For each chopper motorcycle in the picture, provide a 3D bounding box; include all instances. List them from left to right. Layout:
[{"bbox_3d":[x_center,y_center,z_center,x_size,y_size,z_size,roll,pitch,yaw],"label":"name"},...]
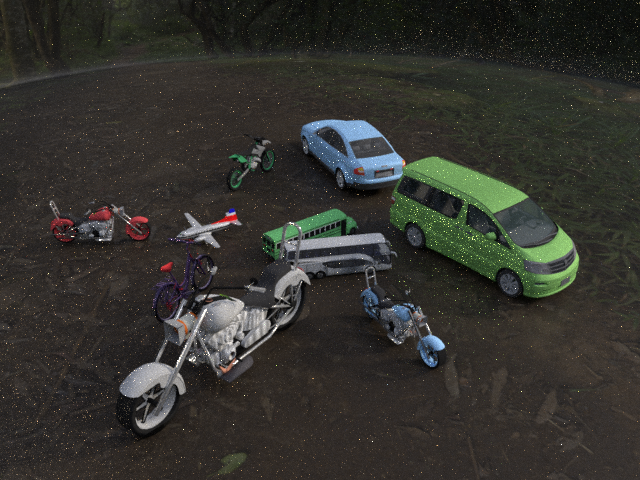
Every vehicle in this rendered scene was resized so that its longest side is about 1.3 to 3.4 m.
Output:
[{"bbox_3d":[-3.512,-0.308,11.178,1.563,0.761,0.466,-3,29,-5],"label":"chopper motorcycle"},{"bbox_3d":[-1.147,0.956,8.167,0.906,1.480,3.040,20,35,31],"label":"chopper motorcycle"},{"bbox_3d":[1.039,0.971,8.878,0.466,0.761,1.563,-18,34,-29],"label":"chopper motorcycle"}]

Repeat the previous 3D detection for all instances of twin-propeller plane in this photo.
[{"bbox_3d":[-1.841,-0.221,11.384,1.095,0.407,1.370,-16,33,-27],"label":"twin-propeller plane"}]

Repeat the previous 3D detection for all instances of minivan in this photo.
[{"bbox_3d":[2.462,-0.255,10.634,1.324,1.197,3.011,-22,36,-34],"label":"minivan"}]

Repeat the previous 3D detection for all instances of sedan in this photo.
[{"bbox_3d":[0.569,-1.867,13.795,1.235,0.940,3.137,-11,31,-20],"label":"sedan"}]

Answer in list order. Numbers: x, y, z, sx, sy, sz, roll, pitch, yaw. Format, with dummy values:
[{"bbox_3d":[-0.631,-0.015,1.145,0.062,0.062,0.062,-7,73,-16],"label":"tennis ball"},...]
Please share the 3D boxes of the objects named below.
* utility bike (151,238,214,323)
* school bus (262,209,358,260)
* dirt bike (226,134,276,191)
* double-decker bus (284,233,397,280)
[{"bbox_3d":[-1.917,0.481,9.570,0.535,0.946,1.435,13,32,22],"label":"utility bike"},{"bbox_3d":[-0.121,-0.120,11.176,1.708,0.434,0.365,-21,35,-32],"label":"school bus"},{"bbox_3d":[-1.302,-1.517,13.252,0.527,0.857,1.493,17,33,28],"label":"dirt bike"},{"bbox_3d":[0.291,0.238,10.422,1.672,0.541,0.389,-5,30,-10],"label":"double-decker bus"}]
